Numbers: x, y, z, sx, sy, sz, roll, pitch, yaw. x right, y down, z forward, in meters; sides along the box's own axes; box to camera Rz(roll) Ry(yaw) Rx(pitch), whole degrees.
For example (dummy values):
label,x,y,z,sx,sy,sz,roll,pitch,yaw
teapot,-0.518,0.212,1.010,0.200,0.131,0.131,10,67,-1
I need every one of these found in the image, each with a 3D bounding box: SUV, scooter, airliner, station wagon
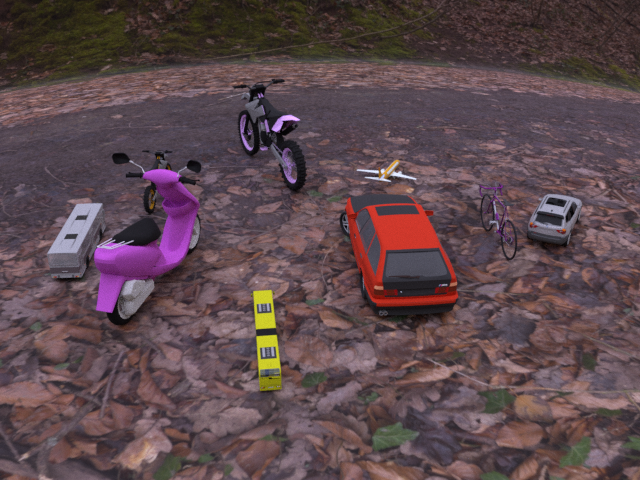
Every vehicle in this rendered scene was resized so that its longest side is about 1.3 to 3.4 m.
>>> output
label,x,y,z,sx,sy,sz,roll,pitch,yaw
SUV,3.762,-0.422,11.152,0.656,0.580,1.572,14,30,24
scooter,-2.238,-0.163,9.348,1.288,1.786,2.721,7,28,14
airliner,1.292,-1.369,13.135,1.161,0.429,1.307,11,29,20
station wagon,1.073,-0.052,10.072,1.327,0.920,3.105,-2,28,-5

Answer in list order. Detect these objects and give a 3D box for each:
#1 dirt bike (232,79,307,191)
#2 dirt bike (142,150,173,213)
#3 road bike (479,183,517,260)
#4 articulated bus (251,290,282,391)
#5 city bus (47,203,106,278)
label,x,y,z,sx,sy,sz,roll,pitch,yaw
dirt bike,-0.982,-2.081,13.164,1.024,1.666,2.903,-14,31,-25
dirt bike,-2.826,-1.093,12.142,0.527,0.857,1.493,2,28,4
road bike,2.726,-0.330,10.682,0.358,0.852,1.545,-3,28,-6
articulated bus,-0.645,1.159,8.429,0.311,0.289,1.749,-3,28,-6
city bus,-3.599,0.005,10.461,0.476,0.460,1.674,-2,28,-3
